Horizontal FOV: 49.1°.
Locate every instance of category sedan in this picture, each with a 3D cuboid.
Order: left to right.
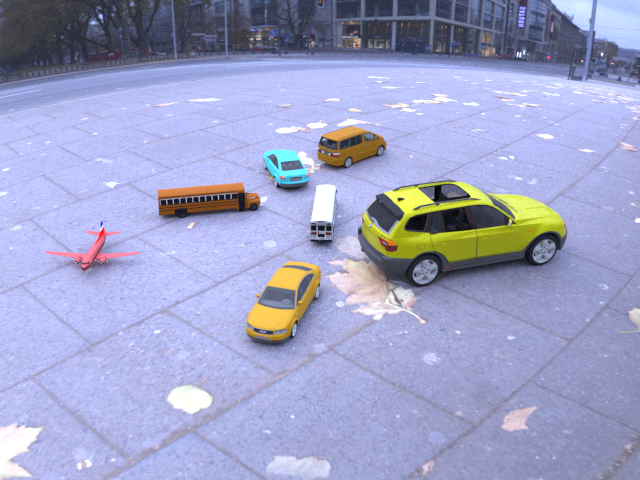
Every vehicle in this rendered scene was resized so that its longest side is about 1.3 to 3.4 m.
[{"bbox_3d":[-0.447,0.724,8.940,0.635,0.483,1.613,8,28,15],"label":"sedan"},{"bbox_3d":[-0.651,-1.418,13.074,0.635,0.483,1.613,-8,28,-15],"label":"sedan"}]

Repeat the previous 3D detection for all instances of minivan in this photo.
[{"bbox_3d":[0.663,-1.907,13.874,1.548,0.616,0.681,-24,36,-38],"label":"minivan"}]

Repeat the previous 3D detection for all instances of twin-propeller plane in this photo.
[{"bbox_3d":[-3.294,0.110,10.207,1.370,0.407,1.095,0,27,1],"label":"twin-propeller plane"}]

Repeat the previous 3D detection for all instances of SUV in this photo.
[{"bbox_3d":[2.079,-0.241,10.101,3.058,1.128,1.276,-9,29,-16],"label":"SUV"}]

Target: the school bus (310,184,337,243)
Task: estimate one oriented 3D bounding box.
[{"bbox_3d":[0.071,-0.477,11.311,0.365,0.434,1.708,2,27,3],"label":"school bus"}]

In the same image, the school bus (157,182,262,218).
[{"bbox_3d":[-1.836,-0.679,11.700,1.708,0.434,0.365,-6,28,-11],"label":"school bus"}]
